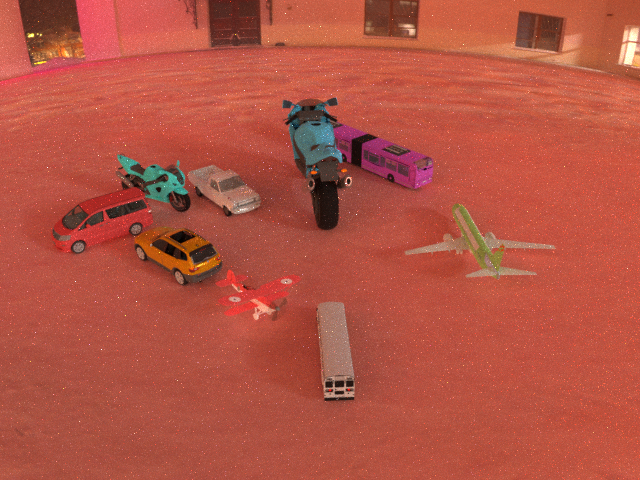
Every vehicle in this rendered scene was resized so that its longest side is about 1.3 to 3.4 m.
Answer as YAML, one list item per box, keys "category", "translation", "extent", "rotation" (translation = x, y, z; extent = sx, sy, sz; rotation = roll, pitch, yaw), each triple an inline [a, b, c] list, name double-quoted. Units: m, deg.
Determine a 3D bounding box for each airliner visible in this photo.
- category: "airliner"
  translation: [2.352, -0.154, 10.515]
  extent: [2.257, 0.835, 2.541]
  rotation: [-2, 30, -4]

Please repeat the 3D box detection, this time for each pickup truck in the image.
- category: "pickup truck"
  translation: [-1.687, -0.937, 12.202]
  extent: [0.640, 0.511, 1.603]
  rotation: [-21, 36, -32]

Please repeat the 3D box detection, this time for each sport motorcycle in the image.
- category: "sport motorcycle"
  translation: [-0.058, -1.385, 11.893]
  extent: [0.983, 1.596, 2.955]
  rotation: [-4, 30, -8]
- category: "sport motorcycle"
  translation: [-2.842, -0.981, 11.968]
  extent: [1.520, 0.821, 0.506]
  rotation: [16, 33, 26]

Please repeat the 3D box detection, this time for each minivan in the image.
- category: "minivan"
  translation: [-3.448, -0.324, 11.030]
  extent: [1.548, 0.616, 0.681]
  rotation: [-21, 36, -31]

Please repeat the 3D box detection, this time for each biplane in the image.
- category: "biplane"
  translation: [-0.885, 0.714, 9.335]
  extent: [1.336, 0.504, 1.090]
  rotation: [-26, 39, -38]

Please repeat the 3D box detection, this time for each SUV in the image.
- category: "SUV"
  translation: [-2.106, 0.125, 10.284]
  extent: [1.572, 0.580, 0.656]
  rotation: [25, 38, 37]

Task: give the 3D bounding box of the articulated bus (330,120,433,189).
- category: "articulated bus"
  translation: [0.746, -1.797, 13.650]
  extent: [0.605, 0.561, 3.401]
  rotation: [-24, 38, -35]

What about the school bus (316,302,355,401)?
- category: "school bus"
  translation: [0.168, 1.251, 8.470]
  extent: [0.365, 0.434, 1.708]
  rotation: [-2, 30, -3]
